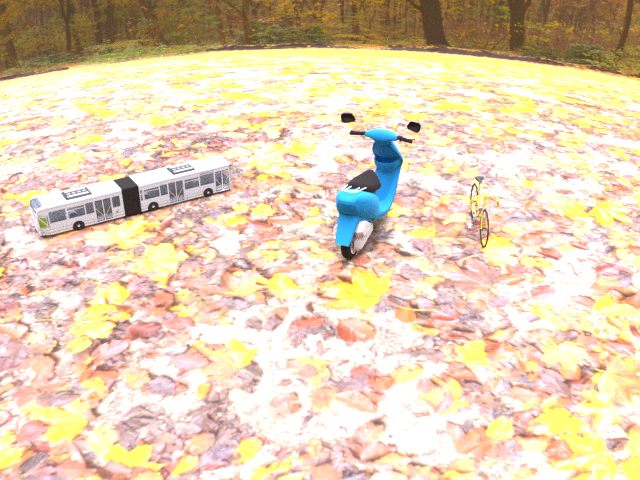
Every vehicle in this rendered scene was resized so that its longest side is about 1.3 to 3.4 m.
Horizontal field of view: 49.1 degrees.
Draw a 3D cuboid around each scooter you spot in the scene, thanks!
[{"bbox_3d":[0.810,-0.952,10.892,1.288,1.786,2.721,11,31,19],"label":"scooter"}]

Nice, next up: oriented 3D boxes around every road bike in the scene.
[{"bbox_3d":[2.529,-0.518,11.074,0.358,0.852,1.545,1,29,1],"label":"road bike"}]

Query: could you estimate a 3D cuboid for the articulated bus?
[{"bbox_3d":[-3.081,-0.787,11.850,3.401,0.561,0.605,-18,34,-28],"label":"articulated bus"}]
